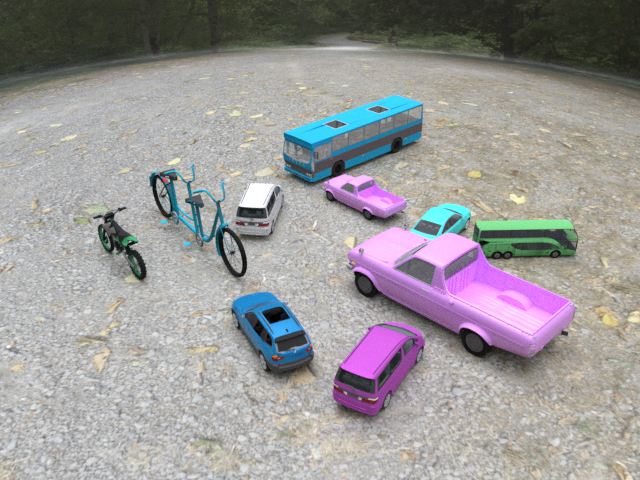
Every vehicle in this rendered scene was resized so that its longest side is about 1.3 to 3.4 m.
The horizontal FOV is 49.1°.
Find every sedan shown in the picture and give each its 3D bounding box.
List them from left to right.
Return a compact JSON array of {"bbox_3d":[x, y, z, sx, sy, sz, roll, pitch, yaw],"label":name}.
[{"bbox_3d":[1.974,-0.270,11.485,0.635,0.483,1.613,18,35,28],"label":"sedan"}]

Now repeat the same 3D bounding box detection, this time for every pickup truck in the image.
[{"bbox_3d":[0.772,-0.819,12.401,0.640,0.511,1.603,-25,38,-36],"label":"pickup truck"},{"bbox_3d":[1.817,0.566,9.541,3.117,0.993,1.244,26,39,37],"label":"pickup truck"}]

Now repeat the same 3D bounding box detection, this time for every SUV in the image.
[{"bbox_3d":[-0.636,1.091,9.048,0.656,0.580,1.572,-14,33,-23],"label":"SUV"}]

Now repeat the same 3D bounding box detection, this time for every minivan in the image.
[{"bbox_3d":[-1.013,-0.631,11.973,0.681,0.616,1.548,4,30,6],"label":"minivan"},{"bbox_3d":[0.750,1.421,8.444,0.681,0.616,1.548,16,34,26],"label":"minivan"}]

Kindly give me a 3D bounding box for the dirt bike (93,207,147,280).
[{"bbox_3d":[-3.057,0.005,10.641,0.527,0.857,1.493,-23,37,-34],"label":"dirt bike"}]

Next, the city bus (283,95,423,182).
[{"bbox_3d":[0.735,-2.068,14.167,3.255,0.894,0.926,-25,39,-37],"label":"city bus"}]

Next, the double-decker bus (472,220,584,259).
[{"bbox_3d":[3.248,-0.021,10.998,1.672,0.541,0.389,-1,30,-2],"label":"double-decker bus"}]

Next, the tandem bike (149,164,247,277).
[{"bbox_3d":[-2.015,-0.533,11.098,0.550,1.326,3.192,-20,36,-31],"label":"tandem bike"}]
